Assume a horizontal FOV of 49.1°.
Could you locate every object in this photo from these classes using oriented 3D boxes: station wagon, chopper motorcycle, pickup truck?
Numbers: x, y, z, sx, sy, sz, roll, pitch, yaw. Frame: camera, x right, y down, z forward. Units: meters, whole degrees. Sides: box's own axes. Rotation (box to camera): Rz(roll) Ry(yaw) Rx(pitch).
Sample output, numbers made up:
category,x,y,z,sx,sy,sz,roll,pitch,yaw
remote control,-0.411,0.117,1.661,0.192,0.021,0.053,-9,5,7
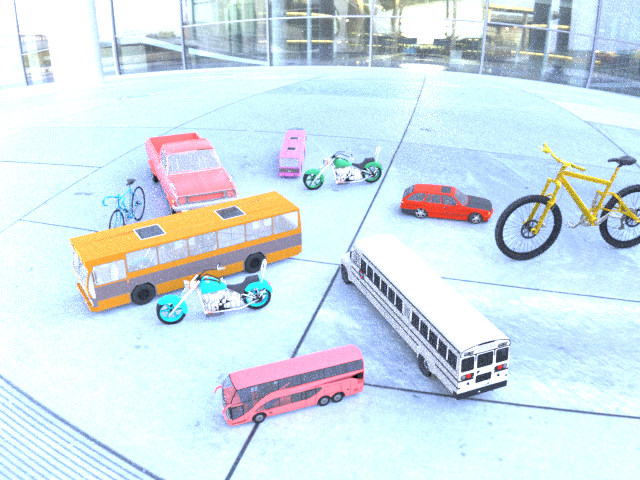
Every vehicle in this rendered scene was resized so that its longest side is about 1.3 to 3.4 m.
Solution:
category,x,y,z,sx,sy,sz,roll,pitch,yaw
station wagon,2.229,-0.668,12.265,1.597,0.473,0.682,6,28,12
chopper motorcycle,0.444,-1.378,13.324,1.563,0.761,0.466,-6,28,-12
pickup truck,-2.458,-1.367,13.051,1.244,0.993,3.117,-10,29,-19
chopper motorcycle,-1.404,0.686,9.332,1.563,0.761,0.466,-7,28,-14

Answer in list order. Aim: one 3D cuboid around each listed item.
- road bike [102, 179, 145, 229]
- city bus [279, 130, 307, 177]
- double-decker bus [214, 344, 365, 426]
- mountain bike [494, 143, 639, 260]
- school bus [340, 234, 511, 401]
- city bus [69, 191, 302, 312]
category,x,y,z,sx,sy,sz,roll,pitch,yaw
road bike,-3.190,-0.523,11.571,0.358,0.852,1.545,4,28,7
city bus,-0.553,-1.776,14.422,0.476,0.460,1.674,1,27,3
double-decker bus,-0.312,1.612,7.780,1.672,0.541,0.389,-10,29,-19
mountain bike,4.036,-0.544,10.702,2.857,1.688,1.114,-6,28,-11
school bus,1.178,0.780,9.058,0.709,0.844,3.322,-11,29,-20
city bus,-1.869,0.139,10.244,3.255,0.894,0.926,-15,31,-27
